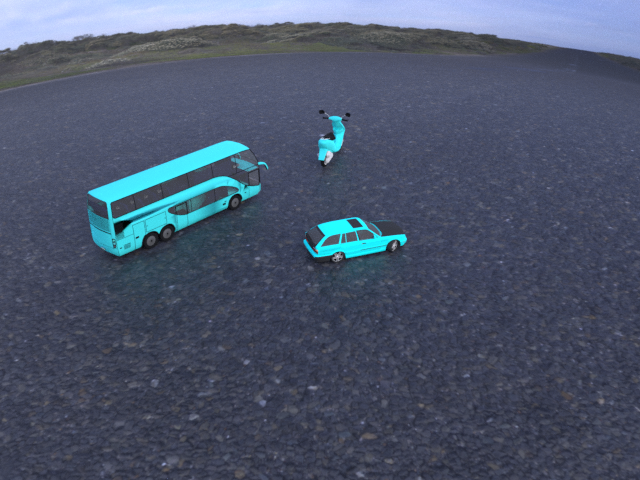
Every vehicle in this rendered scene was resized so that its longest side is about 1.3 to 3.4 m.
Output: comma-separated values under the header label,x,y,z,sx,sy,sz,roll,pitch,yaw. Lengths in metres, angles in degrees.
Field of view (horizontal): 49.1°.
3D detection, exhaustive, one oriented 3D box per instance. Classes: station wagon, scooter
label,x,y,z,sx,sy,sz,roll,pitch,yaw
station wagon,0.568,-0.065,10.932,1.597,0.473,0.682,-10,31,-18
scooter,0.243,-2.088,14.056,0.662,0.919,1.399,9,31,16

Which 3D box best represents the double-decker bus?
label,x,y,z,sx,sy,sz,roll,pitch,yaw
double-decker bus,-2.270,-0.781,11.609,0.756,1.052,3.251,23,37,35
